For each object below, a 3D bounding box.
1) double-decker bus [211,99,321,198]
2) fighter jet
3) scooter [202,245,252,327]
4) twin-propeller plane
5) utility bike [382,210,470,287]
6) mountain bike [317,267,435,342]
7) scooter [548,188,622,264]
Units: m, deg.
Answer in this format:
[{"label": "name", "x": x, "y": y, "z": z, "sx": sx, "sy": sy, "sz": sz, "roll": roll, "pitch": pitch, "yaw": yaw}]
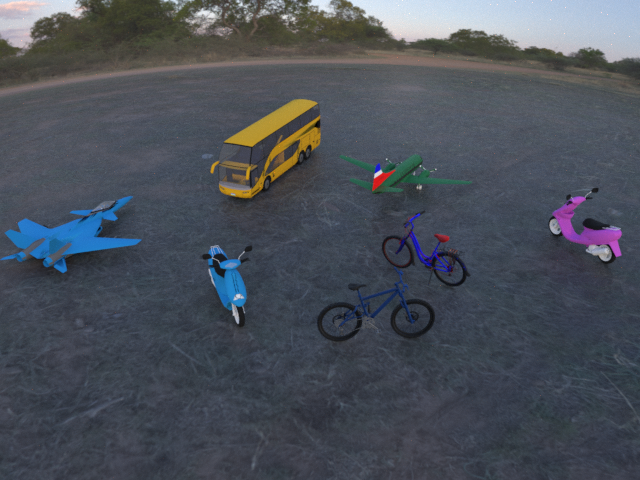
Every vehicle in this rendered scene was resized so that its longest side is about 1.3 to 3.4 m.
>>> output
[{"label": "double-decker bus", "x": -0.917, "y": -1.785, "z": 13.451, "sx": 0.756, "sy": 1.052, "sz": 3.251, "roll": 12, "pitch": 30, "yaw": 21}, {"label": "fighter jet", "x": -3.771, "y": -0.350, "z": 11.226, "sx": 2.229, "sy": 0.557, "sz": 2.640, "roll": 9, "pitch": 29, "yaw": 18}, {"label": "scooter", "x": -1.239, "y": 0.465, "z": 9.265, "sx": 0.662, "sy": 0.919, "sz": 1.399, "roll": -11, "pitch": 29, "yaw": -20}, {"label": "twin-propeller plane", "x": 1.435, "y": -1.294, "z": 12.788, "sx": 2.663, "sy": 0.792, "sz": 2.129, "roll": 15, "pitch": 31, "yaw": 27}, {"label": "utility bike", "x": 1.458, "y": 0.141, "z": 9.859, "sx": 1.435, "sy": 0.946, "sz": 0.535, "roll": 19, "pitch": 33, "yaw": 33}, {"label": "mountain bike", "x": 0.696, "y": 0.855, "z": 8.568, "sx": 1.469, "sy": 0.868, "sz": 0.573, "roll": -2, "pitch": 28, "yaw": -4}, {"label": "scooter", "x": 4.046, "y": -0.264, "z": 10.667, "sx": 0.662, "sy": 0.919, "sz": 1.399, "roll": -14, "pitch": 30, "yaw": -25}]
